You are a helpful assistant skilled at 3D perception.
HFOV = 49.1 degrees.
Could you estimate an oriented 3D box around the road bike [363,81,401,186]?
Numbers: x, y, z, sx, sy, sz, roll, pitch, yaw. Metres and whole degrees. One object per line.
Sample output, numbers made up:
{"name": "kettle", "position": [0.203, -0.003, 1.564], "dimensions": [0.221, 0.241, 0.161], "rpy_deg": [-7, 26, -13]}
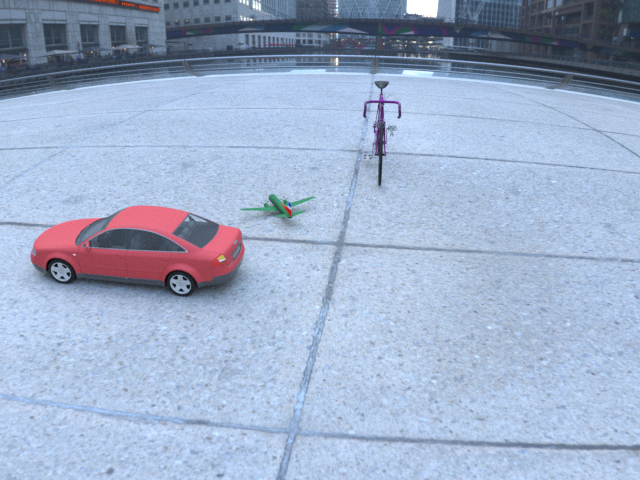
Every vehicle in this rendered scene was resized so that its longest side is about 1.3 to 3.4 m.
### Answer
{"name": "road bike", "position": [1.197, -2.238, 13.827], "dimensions": [0.697, 1.656, 3.004], "rpy_deg": [2, 27, 3]}

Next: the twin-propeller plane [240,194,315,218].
{"name": "twin-propeller plane", "position": [-0.682, -0.625, 12.031], "dimensions": [1.370, 0.407, 1.095], "rpy_deg": [-11, 29, -21]}

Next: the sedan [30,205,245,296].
{"name": "sedan", "position": [-2.666, 0.040, 10.132], "dimensions": [3.137, 0.940, 1.235], "rpy_deg": [5, 27, 9]}
